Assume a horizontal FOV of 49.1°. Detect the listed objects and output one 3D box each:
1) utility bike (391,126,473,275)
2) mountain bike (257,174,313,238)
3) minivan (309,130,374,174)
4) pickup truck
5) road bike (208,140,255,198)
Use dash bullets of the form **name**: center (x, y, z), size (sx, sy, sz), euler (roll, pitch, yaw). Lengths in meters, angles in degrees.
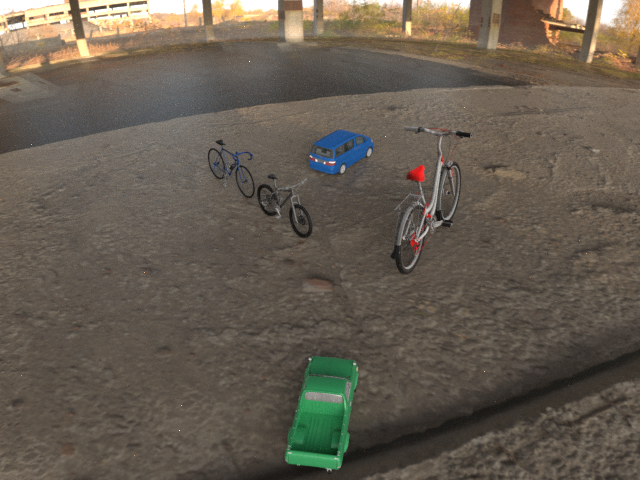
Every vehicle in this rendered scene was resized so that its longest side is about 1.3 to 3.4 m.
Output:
- **utility bike**: center (1.588, -0.728, 10.568), size (1.039, 1.839, 2.791), euler (16, 34, 24)
- **mountain bike**: center (-0.594, -0.614, 11.319), size (0.573, 0.868, 1.469), euler (-22, 38, -32)
- **minivan**: center (0.448, -1.770, 13.479), size (0.681, 0.616, 1.548), euler (20, 37, 30)
- **pickup truck**: center (0.046, 1.812, 7.643), size (0.640, 0.511, 1.603), euler (5, 31, 8)
- **road bike**: center (-1.608, -1.320, 12.506), size (0.358, 0.852, 1.545), euler (-22, 38, -32)
